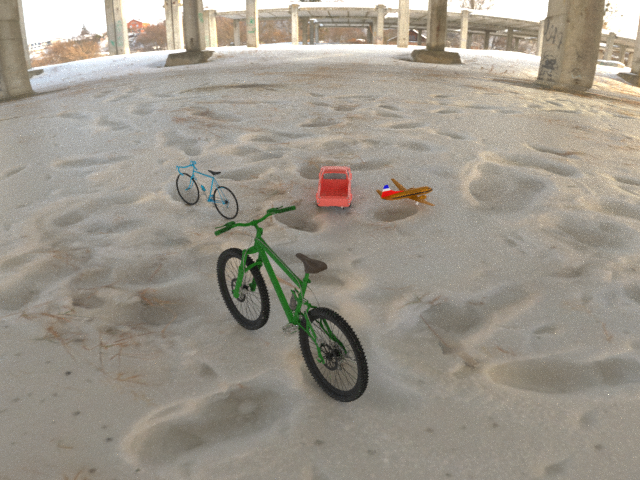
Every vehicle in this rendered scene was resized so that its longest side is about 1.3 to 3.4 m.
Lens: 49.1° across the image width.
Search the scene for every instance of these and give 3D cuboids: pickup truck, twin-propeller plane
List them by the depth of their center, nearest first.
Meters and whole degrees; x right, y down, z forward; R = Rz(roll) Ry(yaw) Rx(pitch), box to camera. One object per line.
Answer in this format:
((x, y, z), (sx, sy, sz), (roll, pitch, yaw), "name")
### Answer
((1.565, -0.876, 12.511), (1.095, 0.407, 1.370), (-13, 30, -23), "twin-propeller plane")
((0.266, -1.014, 12.665), (0.640, 0.511, 1.603), (1, 27, 2), "pickup truck")

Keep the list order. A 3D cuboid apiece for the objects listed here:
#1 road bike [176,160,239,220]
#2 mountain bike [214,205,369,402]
((-1.964, -0.875, 12.027), (1.545, 0.852, 0.358), (20, 33, 34), "road bike")
((-0.421, 0.671, 8.129), (1.114, 1.688, 2.857), (-20, 34, -34), "mountain bike")
